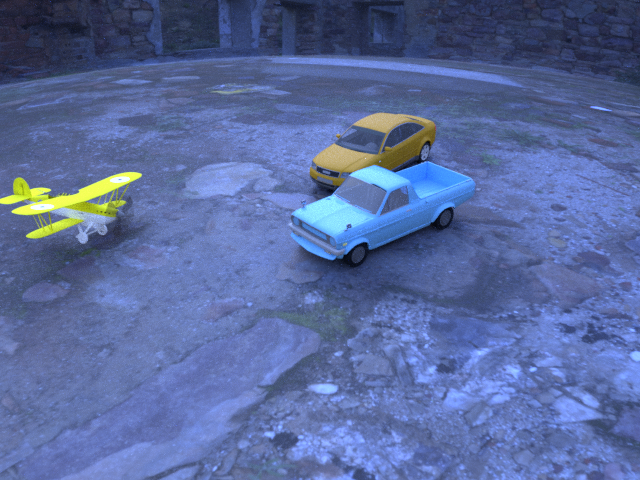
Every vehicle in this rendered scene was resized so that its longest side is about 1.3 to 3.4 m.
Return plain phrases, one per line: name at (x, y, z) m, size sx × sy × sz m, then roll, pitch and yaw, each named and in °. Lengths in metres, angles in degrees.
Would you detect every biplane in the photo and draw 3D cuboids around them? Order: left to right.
biplane at (-3.869, -0.543, 10.810) m, size 2.120 × 0.981 × 2.598 m, roll 11°, pitch 30°, yaw 20°

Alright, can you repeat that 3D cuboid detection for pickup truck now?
pickup truck at (1.026, -0.589, 10.882) m, size 3.117 × 0.993 × 1.244 m, roll -22°, pitch 35°, yaw -34°

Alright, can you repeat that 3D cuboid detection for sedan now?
sedan at (1.045, -1.777, 13.155) m, size 1.235 × 0.940 × 3.137 m, roll 20°, pitch 34°, yaw 33°
